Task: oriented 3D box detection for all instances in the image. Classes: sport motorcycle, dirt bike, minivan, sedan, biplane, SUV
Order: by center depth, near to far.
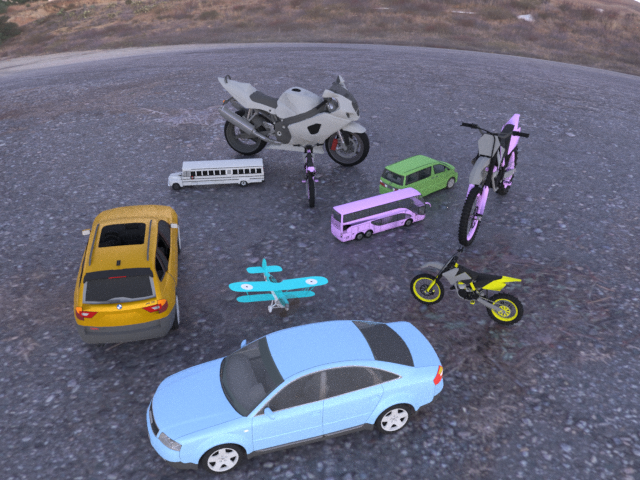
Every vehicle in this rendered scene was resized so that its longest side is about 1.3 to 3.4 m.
[{"bbox_3d":[-0.237,1.486,7.338,3.137,0.940,1.235,-9,31,-16],"label":"sedan"},{"bbox_3d":[1.875,0.601,8.960,1.493,0.857,0.527,13,32,22],"label":"dirt bike"},{"bbox_3d":[-0.583,0.614,9.290,1.336,0.504,1.090,-11,32,-19],"label":"biplane"},{"bbox_3d":[-2.529,0.216,9.358,1.276,1.128,3.058,-5,30,-8],"label":"SUV"},{"bbox_3d":[2.761,-1.104,11.113,1.024,1.666,2.903,15,33,24],"label":"dirt bike"},{"bbox_3d":[-0.188,-1.200,12.091,0.527,0.857,1.493,-2,30,-4],"label":"dirt bike"},{"bbox_3d":[1.753,-1.126,12.204,1.548,0.616,0.681,-23,37,-34],"label":"minivan"},{"bbox_3d":[-0.499,-2.252,13.179,2.955,1.596,0.983,8,31,14],"label":"sport motorcycle"}]

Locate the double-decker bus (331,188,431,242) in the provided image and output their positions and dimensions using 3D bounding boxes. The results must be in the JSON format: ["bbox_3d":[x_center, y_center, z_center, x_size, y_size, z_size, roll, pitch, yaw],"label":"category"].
[{"bbox_3d":[0.960,-0.415,11.043,1.672,0.541,0.389,-16,33,-25],"label":"double-decker bus"}]

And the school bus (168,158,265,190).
[{"bbox_3d":[-1.854,-1.184,12.488,1.708,0.434,0.365,-3,30,-6],"label":"school bus"}]
